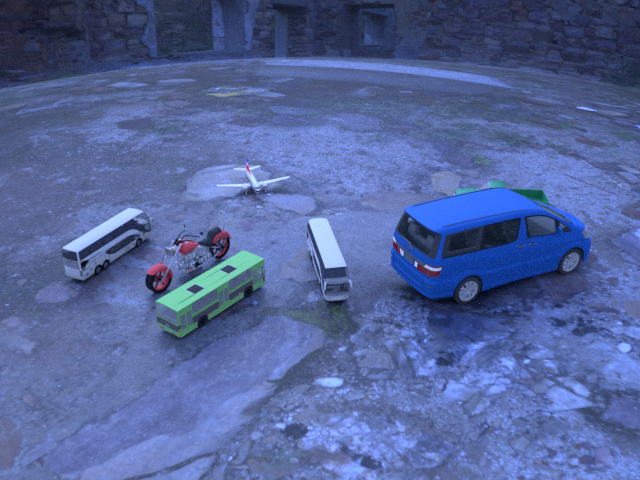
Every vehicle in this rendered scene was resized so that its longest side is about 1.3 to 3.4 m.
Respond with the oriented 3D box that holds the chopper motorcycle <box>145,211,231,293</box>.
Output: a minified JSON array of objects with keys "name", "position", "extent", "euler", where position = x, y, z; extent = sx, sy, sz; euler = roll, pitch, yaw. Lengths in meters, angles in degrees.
[{"name":"chopper motorcycle","position":[-1.896,0.161,10.149],"extent":[0.466,0.761,1.563],"euler":[21,35,33]}]

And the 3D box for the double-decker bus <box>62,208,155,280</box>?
[{"name":"double-decker bus","position":[-3.188,0.022,10.636],"extent":[0.389,0.541,1.672],"euler":[13,31,23]}]

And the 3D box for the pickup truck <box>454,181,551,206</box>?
[{"name":"pickup truck","position":[3.106,-0.707,12.015],"extent":[1.603,0.511,0.640],"euler":[2,28,3]}]

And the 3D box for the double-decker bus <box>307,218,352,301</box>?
[{"name":"double-decker bus","position":[0.103,0.277,10.166],"extent":[0.389,0.541,1.672],"euler":[-5,29,-9]}]

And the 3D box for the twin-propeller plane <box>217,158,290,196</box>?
[{"name":"twin-propeller plane","position":[-1.251,-1.153,12.946],"extent":[1.370,0.407,1.095],"euler":[-8,30,-15]}]

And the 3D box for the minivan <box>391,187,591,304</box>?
[{"name":"minivan","position":[2.542,-0.059,10.097],"extent":[3.011,1.197,1.324],"euler":[-13,31,-22]}]

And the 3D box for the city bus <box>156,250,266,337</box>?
[{"name":"city bus","position":[-1.432,0.716,9.441],"extent":[0.476,0.460,1.674],"euler":[20,34,32]}]
